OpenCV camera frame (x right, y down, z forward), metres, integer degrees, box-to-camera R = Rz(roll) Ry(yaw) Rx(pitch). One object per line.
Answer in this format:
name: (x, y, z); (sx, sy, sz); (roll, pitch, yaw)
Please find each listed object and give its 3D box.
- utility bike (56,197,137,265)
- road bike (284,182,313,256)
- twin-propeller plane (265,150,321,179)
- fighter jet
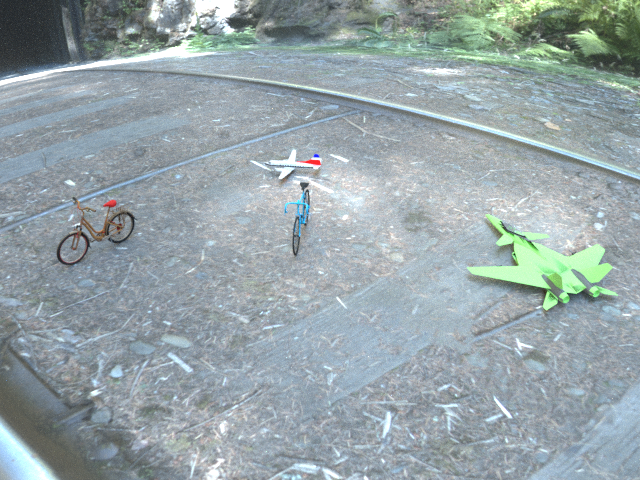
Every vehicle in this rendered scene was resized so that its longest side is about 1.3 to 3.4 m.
utility bike: (-3.313, -0.206, 10.489); (0.535, 0.946, 1.435); (22, 37, 33)
road bike: (-0.289, -0.406, 10.932); (0.358, 0.852, 1.545); (4, 30, 7)
twin-propeller plane: (-0.517, -1.462, 13.213); (1.095, 0.407, 1.370); (5, 30, 8)
fighter jet: (3.145, 0.057, 10.421); (2.229, 0.557, 2.640); (-9, 31, -15)
